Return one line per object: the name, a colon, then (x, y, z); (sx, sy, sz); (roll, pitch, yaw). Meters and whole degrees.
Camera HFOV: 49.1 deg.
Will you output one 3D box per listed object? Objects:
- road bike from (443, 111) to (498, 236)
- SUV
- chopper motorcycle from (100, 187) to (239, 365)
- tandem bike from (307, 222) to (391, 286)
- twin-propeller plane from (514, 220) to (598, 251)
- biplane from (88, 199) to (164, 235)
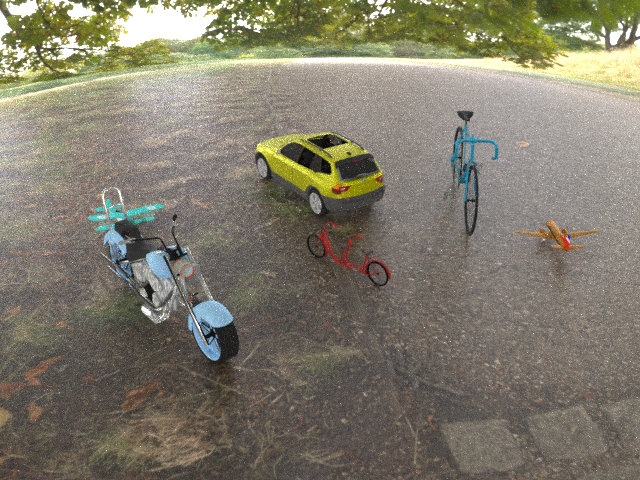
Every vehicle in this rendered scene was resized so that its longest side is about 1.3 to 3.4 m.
road bike: (2.528, -1.311, 12.158); (0.696, 1.656, 3.004); (2, 29, 3)
SUV: (-0.069, -1.433, 12.924); (1.276, 1.128, 3.058); (-18, 34, -29)
chopper motorcycle: (-2.061, 0.411, 9.229); (0.906, 1.480, 3.040); (-23, 36, -35)
tandem bike: (0.404, 0.179, 10.472); (1.642, 0.682, 0.283); (24, 37, 36)
twin-propeller plane: (3.848, -0.123, 11.301); (1.370, 0.407, 1.095); (0, 29, 0)
biplane: (-3.282, -0.391, 11.685); (1.336, 0.504, 1.090); (-25, 37, -37)
